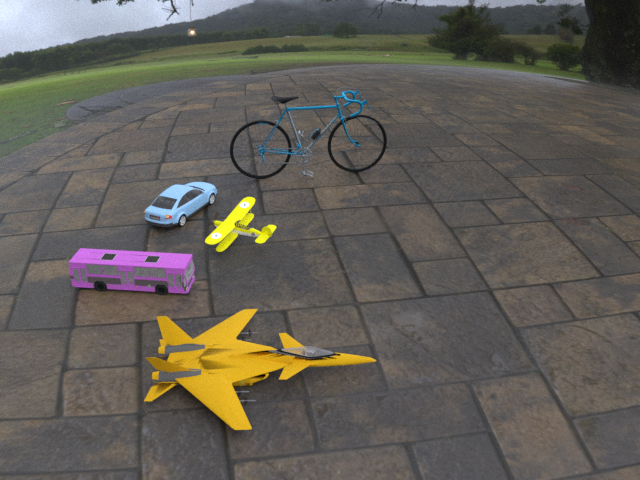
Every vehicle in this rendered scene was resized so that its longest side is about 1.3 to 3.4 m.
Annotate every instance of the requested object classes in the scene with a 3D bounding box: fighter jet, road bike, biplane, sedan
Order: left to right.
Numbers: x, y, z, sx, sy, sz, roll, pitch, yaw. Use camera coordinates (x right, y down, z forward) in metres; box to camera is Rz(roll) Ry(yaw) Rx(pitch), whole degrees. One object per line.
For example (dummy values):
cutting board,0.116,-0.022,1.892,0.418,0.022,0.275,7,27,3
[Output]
sedan,-2.352,-0.690,11.961,0.635,0.483,1.613,12,31,21
biplane,-1.241,-0.158,10.950,1.090,0.504,1.336,12,31,21
fighter jet,-0.649,1.310,8.168,2.640,0.557,2.229,-1,28,-3
road bike,-0.195,-1.974,13.110,3.004,1.656,0.697,-5,29,-9

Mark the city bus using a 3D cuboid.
city bus,-2.634,0.453,9.863,1.674,0.460,0.476,3,28,5
